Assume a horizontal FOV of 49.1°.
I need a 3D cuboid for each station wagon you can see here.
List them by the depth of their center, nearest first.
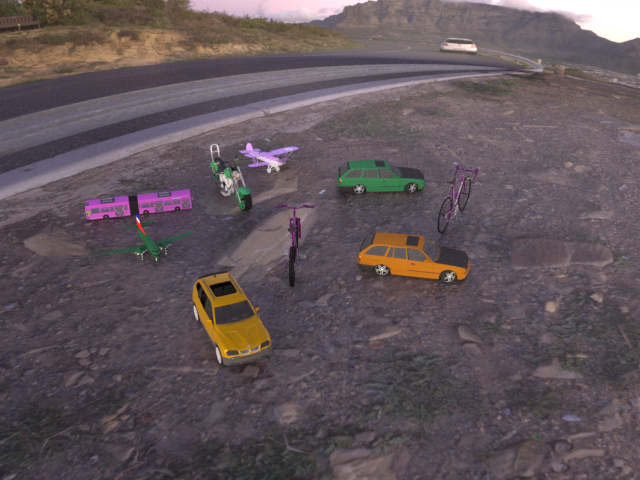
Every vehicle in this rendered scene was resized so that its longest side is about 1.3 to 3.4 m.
[{"bbox_3d":[1.355,0.218,10.067,1.597,0.473,0.682,6,29,11],"label":"station wagon"},{"bbox_3d":[1.108,-1.165,12.646,1.597,0.473,0.682,-1,28,-2],"label":"station wagon"}]

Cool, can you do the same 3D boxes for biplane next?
[{"bbox_3d":[-1.027,-1.598,13.419,1.090,0.504,1.336,23,36,36],"label":"biplane"}]

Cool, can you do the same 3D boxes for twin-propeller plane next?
[{"bbox_3d":[-2.619,-0.035,10.609,1.370,0.407,1.095,-15,32,-25],"label":"twin-propeller plane"}]

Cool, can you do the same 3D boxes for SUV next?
[{"bbox_3d":[-1.121,0.925,8.637,0.656,0.580,1.572,-12,31,-22],"label":"SUV"}]

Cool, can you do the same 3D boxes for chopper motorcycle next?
[{"bbox_3d":[-1.572,-1.103,12.227,0.466,0.761,1.563,-15,32,-26],"label":"chopper motorcycle"}]

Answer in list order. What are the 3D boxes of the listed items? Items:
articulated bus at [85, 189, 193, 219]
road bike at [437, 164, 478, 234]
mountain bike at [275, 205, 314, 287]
[{"bbox_3d":[-3.030,-0.596,11.781,1.749,0.289,0.311,-7,29,-14],"label":"articulated bus"},{"bbox_3d":[2.207,-0.699,11.377,0.358,0.852,1.545,15,32,25],"label":"road bike"},{"bbox_3d":[-0.371,0.020,10.020,0.573,0.868,1.469,1,28,1],"label":"mountain bike"}]
